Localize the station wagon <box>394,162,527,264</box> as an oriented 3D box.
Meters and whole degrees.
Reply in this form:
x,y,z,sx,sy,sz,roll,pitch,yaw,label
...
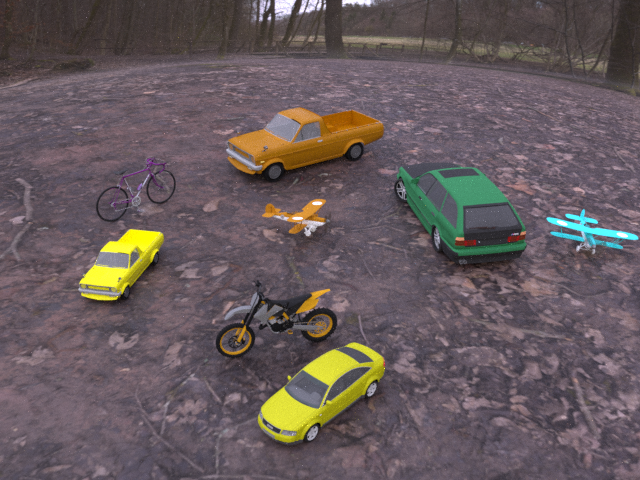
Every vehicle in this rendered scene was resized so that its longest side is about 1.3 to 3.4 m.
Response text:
x,y,z,sx,sy,sz,roll,pitch,yaw,label
2.151,-0.681,11.183,1.327,0.920,3.105,-5,28,-10,station wagon

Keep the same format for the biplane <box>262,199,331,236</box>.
x,y,z,sx,sy,sz,roll,pitch,yaw,label
-0.351,-0.363,11.026,1.090,0.504,1.336,9,29,17,biplane

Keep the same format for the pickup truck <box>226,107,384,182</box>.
x,y,z,sx,sy,sz,roll,pitch,yaw,label
-0.253,-2.017,13.635,3.117,0.993,1.244,-18,33,-30,pickup truck

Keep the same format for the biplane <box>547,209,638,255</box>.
x,y,z,sx,sy,sz,roll,pitch,yaw,label
4.049,-0.118,10.563,1.336,0.504,1.090,4,28,7,biplane

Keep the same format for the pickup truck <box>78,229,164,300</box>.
x,y,z,sx,sy,sz,roll,pitch,yaw,label
-2.751,0.277,9.807,0.640,0.511,1.603,5,28,10,pickup truck

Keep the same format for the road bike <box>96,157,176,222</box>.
x,y,z,sx,sy,sz,roll,pitch,yaw,label
-3.034,-0.855,11.585,0.358,0.852,1.545,24,36,37,road bike

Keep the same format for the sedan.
x,y,z,sx,sy,sz,roll,pitch,yaw,label
0.038,1.557,7.411,0.635,0.483,1.613,24,36,37,sedan

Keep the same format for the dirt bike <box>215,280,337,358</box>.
x,y,z,sx,sy,sz,roll,pitch,yaw,label
-0.496,0.930,8.199,1.493,0.857,0.527,-9,29,-17,dirt bike
